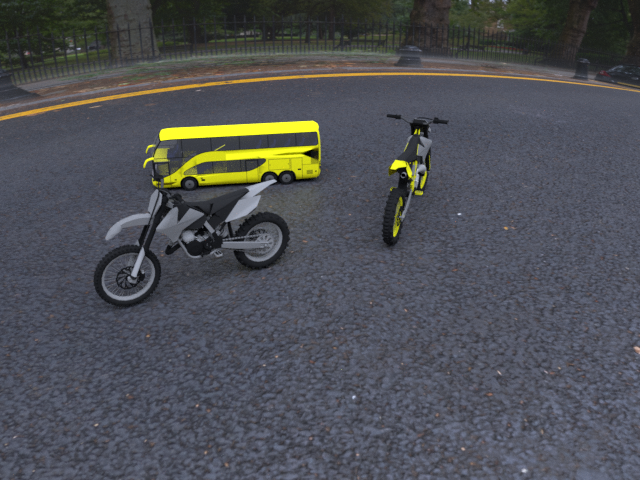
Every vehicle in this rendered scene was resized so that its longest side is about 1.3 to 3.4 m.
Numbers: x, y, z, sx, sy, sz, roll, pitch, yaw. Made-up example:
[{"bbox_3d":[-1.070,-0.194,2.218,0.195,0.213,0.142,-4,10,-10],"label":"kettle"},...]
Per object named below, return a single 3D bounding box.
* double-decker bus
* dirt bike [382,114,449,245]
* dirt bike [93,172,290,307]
[{"bbox_3d":[-1.607,-1.581,13.049,3.251,1.052,0.756,-4,29,-8],"label":"double-decker bus"},{"bbox_3d":[1.494,-1.160,11.651,1.024,1.666,2.903,10,30,17],"label":"dirt bike"},{"bbox_3d":[-1.717,-0.072,9.679,2.903,1.666,1.024,-16,33,-26],"label":"dirt bike"}]
